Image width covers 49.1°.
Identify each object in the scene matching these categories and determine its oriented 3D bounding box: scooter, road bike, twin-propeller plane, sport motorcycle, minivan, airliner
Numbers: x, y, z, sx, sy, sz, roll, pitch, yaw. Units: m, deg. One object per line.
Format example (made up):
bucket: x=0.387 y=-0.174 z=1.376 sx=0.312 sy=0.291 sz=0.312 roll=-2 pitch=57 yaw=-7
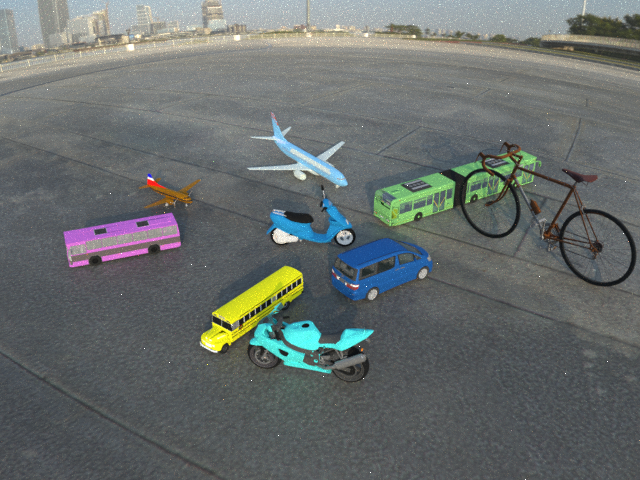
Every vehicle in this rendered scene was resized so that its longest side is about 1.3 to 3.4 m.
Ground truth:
scooter: x=-0.137 y=-0.311 z=10.857 sx=1.399 sy=0.919 sz=0.662 roll=1 pitch=30 yaw=2
road bike: x=3.283 y=-0.444 z=10.348 sx=0.696 sy=1.656 sz=3.004 roll=-24 pitch=37 yaw=-35
twin-propeller plane: x=-2.663 y=-0.877 z=12.355 sx=1.095 sy=0.407 sz=1.370 roll=19 pitch=35 yaw=29
sport motorcycle: x=-0.135 y=1.256 z=8.228 sx=1.520 sy=0.821 sz=0.506 roll=6 pitch=30 yaw=11
minivan: x=0.922 y=0.344 z=10.022 sx=1.548 sy=0.616 sz=0.681 roll=-19 pitch=35 yaw=-30
airliner: x=-0.263 y=-1.709 z=13.374 sx=2.257 sy=0.835 sz=2.541 roll=-20 pitch=35 yaw=-31

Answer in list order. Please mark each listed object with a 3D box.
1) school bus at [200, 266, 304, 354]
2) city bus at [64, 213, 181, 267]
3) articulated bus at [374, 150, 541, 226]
school bus: x=-0.884 y=0.902 z=9.231 sx=0.365 sy=0.434 sz=1.708 roll=21 pitch=36 yaw=32
city bus: x=-3.024 y=0.011 z=10.757 sx=1.674 sy=0.460 sz=0.476 roll=-11 pitch=32 yaw=-19
articulated bus: x=2.459 y=-0.950 z=12.328 sx=3.401 sy=0.561 sz=0.605 roll=-18 pitch=34 yaw=-28
